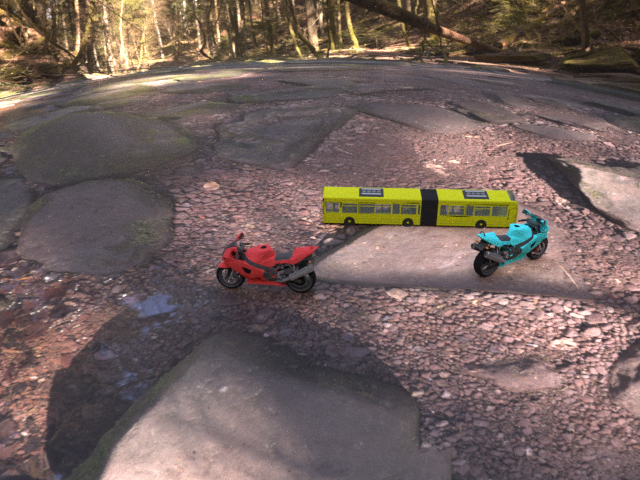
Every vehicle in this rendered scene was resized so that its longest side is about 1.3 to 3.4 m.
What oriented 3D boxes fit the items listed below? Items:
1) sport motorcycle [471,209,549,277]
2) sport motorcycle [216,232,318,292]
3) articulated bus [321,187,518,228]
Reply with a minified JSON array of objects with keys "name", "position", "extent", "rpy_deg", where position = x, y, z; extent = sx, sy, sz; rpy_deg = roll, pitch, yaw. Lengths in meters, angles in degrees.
[{"name":"sport motorcycle","position":[2.977,0.063,10.805],"extent":[1.520,0.821,0.506],"rpy_deg":[-15,32,-26]},{"name":"sport motorcycle","position":[-0.779,0.375,10.226],"extent":[1.520,0.821,0.506],"rpy_deg":[3,28,5]},{"name":"articulated bus","position":[1.701,-0.582,12.276],"extent":[3.401,0.561,0.605],"rpy_deg":[1,28,3]}]
